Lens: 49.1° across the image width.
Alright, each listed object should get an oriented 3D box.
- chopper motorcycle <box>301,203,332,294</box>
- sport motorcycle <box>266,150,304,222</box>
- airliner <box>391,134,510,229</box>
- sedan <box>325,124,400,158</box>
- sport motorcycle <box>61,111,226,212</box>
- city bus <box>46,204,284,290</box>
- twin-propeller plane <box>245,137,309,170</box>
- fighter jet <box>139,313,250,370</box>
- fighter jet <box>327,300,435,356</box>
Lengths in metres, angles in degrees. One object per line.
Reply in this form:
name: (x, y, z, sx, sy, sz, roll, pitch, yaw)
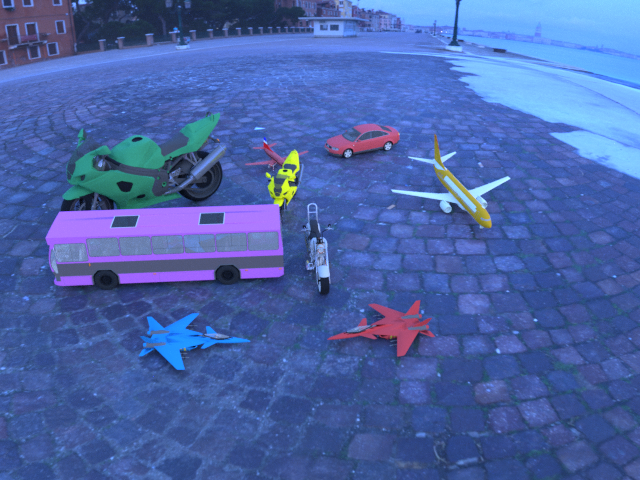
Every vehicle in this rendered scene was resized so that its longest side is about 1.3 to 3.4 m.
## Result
chopper motorcycle: (-0.032, 0.113, 10.291, 0.466, 0.761, 1.563, -4, 30, -7)
sport motorcycle: (-0.583, -0.927, 12.039, 0.506, 0.821, 1.520, 5, 30, 9)
airliner: (2.426, -1.024, 12.193, 2.257, 0.835, 2.541, -7, 31, -12)
sedan: (0.868, -2.085, 14.390, 1.613, 0.483, 0.635, -13, 32, -22)
sport motorcycle: (-2.898, -1.131, 11.616, 2.955, 1.596, 0.983, -21, 36, -32)
city bus: (-2.168, 0.101, 10.179, 3.255, 0.894, 0.926, -2, 30, -4)
twin-propeller plane: (-0.884, -1.679, 13.761, 1.370, 0.407, 1.095, -15, 33, -25)
fighter jet: (-1.563, 1.209, 8.862, 1.358, 0.286, 1.147, 0, 30, 0)
fighter jet: (0.749, 1.104, 9.044, 1.358, 0.286, 1.147, -8, 31, -13)
